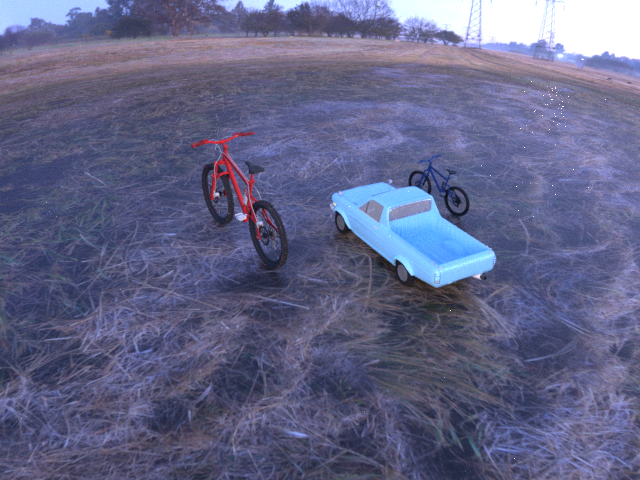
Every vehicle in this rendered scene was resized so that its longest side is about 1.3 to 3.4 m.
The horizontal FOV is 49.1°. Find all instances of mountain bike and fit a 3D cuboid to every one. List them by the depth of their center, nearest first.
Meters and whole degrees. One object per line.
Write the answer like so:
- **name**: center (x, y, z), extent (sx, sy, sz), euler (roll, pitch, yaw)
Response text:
- **mountain bike**: center (-1.283, -0.703, 11.295), extent (1.114, 1.688, 2.857), euler (-17, 33, -29)
- **mountain bike**: center (2.149, -0.994, 12.682), extent (0.573, 0.868, 1.469), euler (-21, 35, -33)

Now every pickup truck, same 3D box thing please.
- **pickup truck**: center (1.370, -0.226, 11.146), extent (1.244, 0.993, 3.117), euler (-15, 32, -25)
